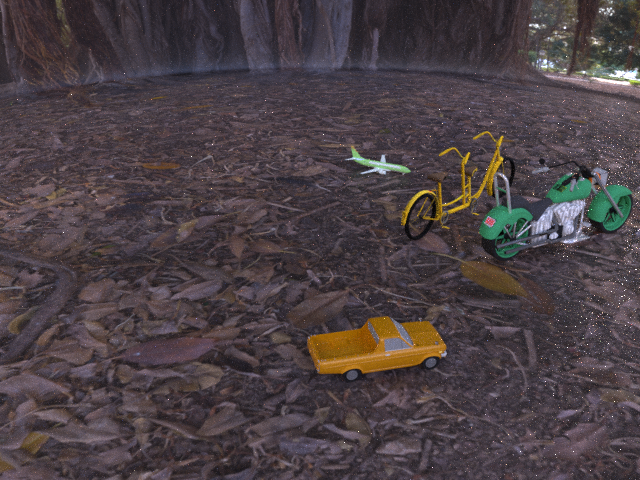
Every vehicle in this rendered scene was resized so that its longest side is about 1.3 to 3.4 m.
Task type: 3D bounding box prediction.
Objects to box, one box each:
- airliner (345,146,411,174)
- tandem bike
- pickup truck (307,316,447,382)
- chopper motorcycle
[{"bbox_3d":[1.183,-1.573,13.864,1.307,0.429,1.161,12,29,23],"label":"airliner"},{"bbox_3d":[2.403,-0.971,11.675,3.192,1.326,0.550,-24,35,-39],"label":"tandem bike"},{"bbox_3d":[0.668,1.228,8.222,1.603,0.511,0.640,-6,27,-12],"label":"pickup truck"},{"bbox_3d":[3.722,-0.568,10.705,3.040,1.480,0.906,-14,30,-25],"label":"chopper motorcycle"}]
